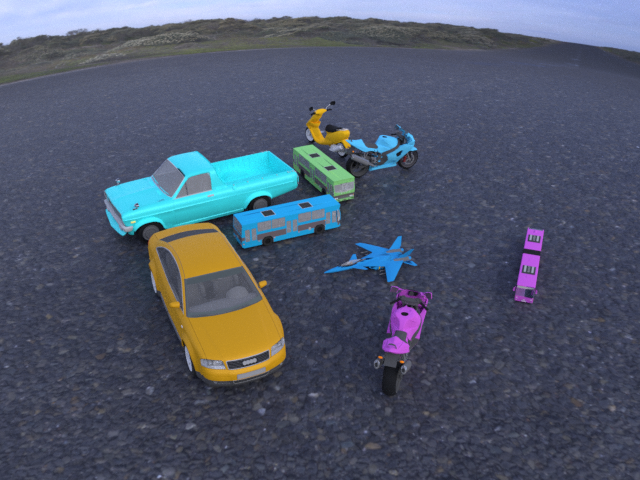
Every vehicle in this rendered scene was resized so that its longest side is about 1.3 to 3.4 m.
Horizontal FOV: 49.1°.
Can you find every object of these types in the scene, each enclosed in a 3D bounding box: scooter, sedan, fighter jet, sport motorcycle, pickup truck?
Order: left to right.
[{"bbox_3d":[-1.938,-0.884,11.542,3.117,0.993,1.244,-16,34,-26],"label":"pickup truck"},{"bbox_3d":[-1.398,0.624,8.969,1.235,0.940,3.137,-12,32,-21],"label":"sedan"},{"bbox_3d":[0.144,-2.225,13.952,0.662,0.919,1.399,-22,36,-33],"label":"scooter"},{"bbox_3d":[0.690,0.275,10.234,1.358,0.286,1.147,-11,32,-18],"label":"fighter jet"},{"bbox_3d":[1.159,-1.626,13.007,1.520,0.821,0.506,-11,32,-19],"label":"sport motorcycle"},{"bbox_3d":[0.969,1.131,8.207,0.506,0.821,1.520,9,31,15],"label":"sport motorcycle"}]

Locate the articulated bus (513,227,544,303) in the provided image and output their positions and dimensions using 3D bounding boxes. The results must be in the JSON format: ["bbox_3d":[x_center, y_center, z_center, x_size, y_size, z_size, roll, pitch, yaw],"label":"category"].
[{"bbox_3d":[3.036,0.334,10.128,0.311,0.289,1.749,10,31,17],"label":"articulated bus"}]

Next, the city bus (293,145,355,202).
[{"bbox_3d":[0.044,-1.198,12.624,0.476,0.460,1.674,-14,33,-23],"label":"city bus"}]

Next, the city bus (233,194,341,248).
[{"bbox_3d":[-0.510,-0.285,11.034,1.674,0.460,0.476,-13,32,-22],"label":"city bus"}]
